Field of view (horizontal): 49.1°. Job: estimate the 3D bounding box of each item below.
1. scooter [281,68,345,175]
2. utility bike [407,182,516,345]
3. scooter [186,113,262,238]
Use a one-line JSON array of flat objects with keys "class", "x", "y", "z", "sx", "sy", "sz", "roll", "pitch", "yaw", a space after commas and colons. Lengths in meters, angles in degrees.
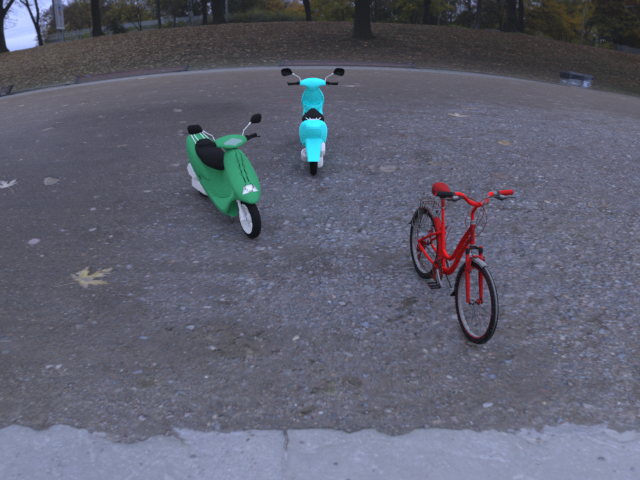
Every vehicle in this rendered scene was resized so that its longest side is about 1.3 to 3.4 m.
[{"class": "scooter", "x": -0.140, "y": -2.528, "z": 14.246, "sx": 1.288, "sy": 1.786, "sz": 2.721, "roll": 0, "pitch": 27, "yaw": -1}, {"class": "utility bike", "x": 1.817, "y": 0.022, "z": 9.279, "sx": 1.039, "sy": 1.839, "sz": 2.791, "roll": -7, "pitch": 28, "yaw": -13}, {"class": "scooter", "x": -1.664, "y": -1.255, "z": 11.795, "sx": 1.288, "sy": 1.786, "sz": 2.721, "roll": -15, "pitch": 31, "yaw": -27}]
